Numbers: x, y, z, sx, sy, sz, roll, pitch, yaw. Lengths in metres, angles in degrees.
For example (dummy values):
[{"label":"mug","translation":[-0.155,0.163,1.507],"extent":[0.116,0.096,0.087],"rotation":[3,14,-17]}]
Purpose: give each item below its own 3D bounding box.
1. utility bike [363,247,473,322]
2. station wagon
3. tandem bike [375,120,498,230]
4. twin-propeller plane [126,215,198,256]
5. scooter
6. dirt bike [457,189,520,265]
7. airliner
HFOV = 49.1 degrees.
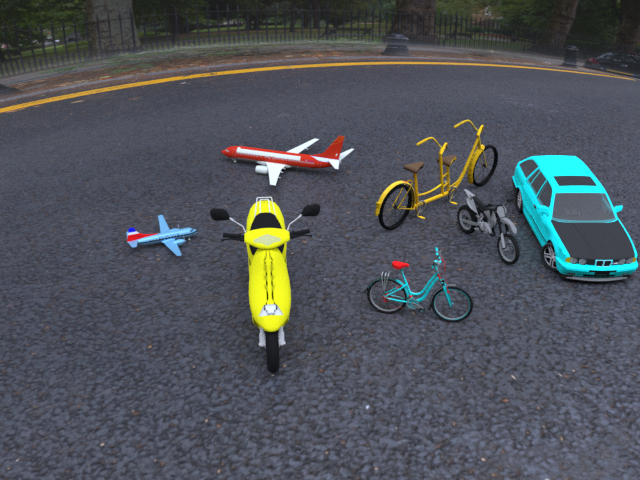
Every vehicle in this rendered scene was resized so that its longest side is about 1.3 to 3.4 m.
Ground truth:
[{"label":"utility bike","translation":[1.280,0.574,9.073],"extent":[1.435,0.946,0.535],"rotation":[7,31,11]},{"label":"station wagon","translation":[3.916,-0.487,10.924],"extent":[1.327,0.920,3.105],"rotation":[0,30,0]},{"label":"tandem bike","translation":[2.038,-1.149,11.661],"extent":[3.192,1.326,0.550],"rotation":[-25,38,-36]},{"label":"twin-propeller plane","translation":[-2.412,-0.095,10.760],"extent":[1.095,0.407,1.370],"rotation":[-12,32,-20]},{"label":"scooter","translation":[-0.663,0.226,8.835],"extent":[1.288,1.786,2.721],"rotation":[-3,30,-5]},{"label":"dirt bike","translation":[2.556,-0.264,10.604],"extent":[0.527,0.857,1.493],"rotation":[-13,33,-22]},{"label":"airliner","translation":[-0.714,-1.700,13.096],"extent":[2.541,0.835,2.257],"rotation":[10,32,17]}]
